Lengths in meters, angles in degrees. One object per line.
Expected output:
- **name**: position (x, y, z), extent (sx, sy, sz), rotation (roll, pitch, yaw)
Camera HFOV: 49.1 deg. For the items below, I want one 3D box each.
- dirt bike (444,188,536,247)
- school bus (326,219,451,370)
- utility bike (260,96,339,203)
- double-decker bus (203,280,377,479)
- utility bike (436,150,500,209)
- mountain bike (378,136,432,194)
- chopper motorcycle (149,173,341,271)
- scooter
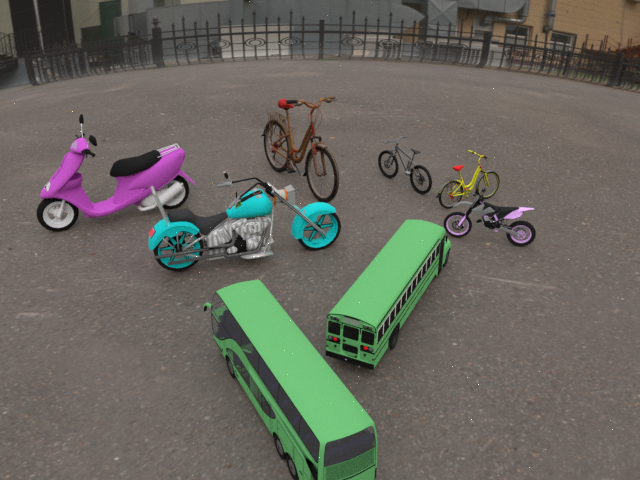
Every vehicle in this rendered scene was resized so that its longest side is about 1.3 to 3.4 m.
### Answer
- **dirt bike**: position (2.784, -0.344, 11.444), extent (1.493, 0.857, 0.527), rotation (8, 31, 14)
- **school bus**: position (1.093, 0.569, 9.843), extent (0.709, 0.844, 3.322), rotation (14, 32, 23)
- **utility bike**: position (-0.345, -1.927, 13.247), extent (1.039, 1.839, 2.791), rotation (-18, 34, -28)
- **double-decker bus**: position (-0.437, 1.535, 7.925), extent (0.756, 1.052, 3.251), rotation (-14, 32, -23)
- **utility bike**: position (2.684, -1.115, 12.717), extent (1.435, 0.946, 0.535), rotation (-14, 33, -24)
- **mountain bike**: position (1.618, -1.447, 13.383), extent (0.573, 0.868, 1.469), rotation (-20, 35, -32)
- **chopper motorcycle**: position (-1.127, -0.337, 10.800), extent (3.040, 1.480, 0.906), rotation (-10, 31, -17)
- **scooter**: position (-3.508, -1.160, 11.944), extent (2.721, 1.786, 1.288), rotation (-13, 32, -22)
